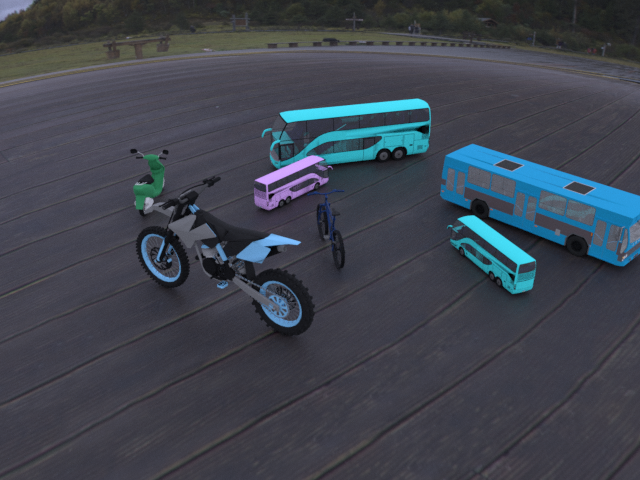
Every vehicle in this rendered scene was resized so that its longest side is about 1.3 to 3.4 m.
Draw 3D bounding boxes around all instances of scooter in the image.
[{"bbox_3d":[-2.887,-1.046,11.871,0.662,0.919,1.399,2,29,4],"label":"scooter"}]

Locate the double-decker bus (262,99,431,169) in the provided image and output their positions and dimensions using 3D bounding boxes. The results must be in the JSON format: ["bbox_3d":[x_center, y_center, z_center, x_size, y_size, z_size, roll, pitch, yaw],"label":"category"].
[{"bbox_3d":[0.544,-2.031,13.511,3.251,1.052,0.756,-8,30,-15],"label":"double-decker bus"}]

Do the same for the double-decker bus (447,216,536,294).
[{"bbox_3d":[2.443,0.164,10.079,0.389,0.541,1.672,-12,31,-20],"label":"double-decker bus"}]

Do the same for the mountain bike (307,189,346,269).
[{"bbox_3d":[0.151,-0.214,10.424,0.573,0.868,1.469,-7,30,-12],"label":"mountain bike"}]

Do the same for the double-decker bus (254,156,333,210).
[{"bbox_3d":[-0.461,-1.025,12.223,0.389,0.541,1.672,23,36,35],"label":"double-decker bus"}]

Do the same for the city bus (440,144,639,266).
[{"bbox_3d":[3.471,-0.596,11.085,0.926,0.894,3.255,-25,38,-38],"label":"city bus"}]

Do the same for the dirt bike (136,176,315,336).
[{"bbox_3d":[-1.315,0.182,8.886,2.903,1.666,1.024,17,33,28],"label":"dirt bike"}]
